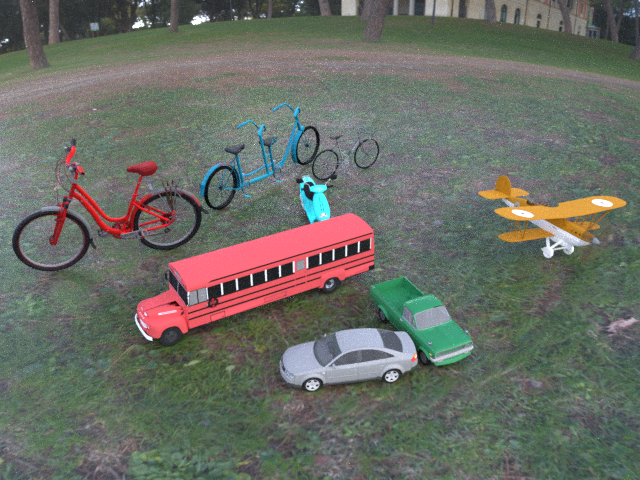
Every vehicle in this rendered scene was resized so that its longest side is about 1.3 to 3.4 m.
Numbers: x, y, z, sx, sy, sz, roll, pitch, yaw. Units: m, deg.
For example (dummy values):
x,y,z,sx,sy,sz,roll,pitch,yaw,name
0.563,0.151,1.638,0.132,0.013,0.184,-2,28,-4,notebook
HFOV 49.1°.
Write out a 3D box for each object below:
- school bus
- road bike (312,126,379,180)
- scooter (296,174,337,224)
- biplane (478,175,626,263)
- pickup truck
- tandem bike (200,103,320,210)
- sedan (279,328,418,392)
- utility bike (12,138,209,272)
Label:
x,y,z,sx,sy,sz,roll,pitch,yaw,name
-0.817,0.469,9.322,3.322,0.844,0.709,-16,33,-26,school bus
0.494,-1.616,13.000,1.545,0.852,0.358,-18,34,-29,road bike
-0.090,-0.662,11.245,0.662,0.919,1.399,-7,30,-13,scooter
3.426,-0.378,10.681,2.598,0.981,2.120,-16,33,-26,biplane
1.242,0.949,8.813,0.640,0.511,1.603,-13,32,-22,pickup truck
-0.983,-1.564,12.427,0.550,1.326,3.192,21,35,32,tandem bike
0.332,1.339,8.151,1.613,0.483,0.635,-5,30,-9,sedan
-2.950,-0.448,9.934,2.791,1.839,1.039,-11,31,-19,utility bike
